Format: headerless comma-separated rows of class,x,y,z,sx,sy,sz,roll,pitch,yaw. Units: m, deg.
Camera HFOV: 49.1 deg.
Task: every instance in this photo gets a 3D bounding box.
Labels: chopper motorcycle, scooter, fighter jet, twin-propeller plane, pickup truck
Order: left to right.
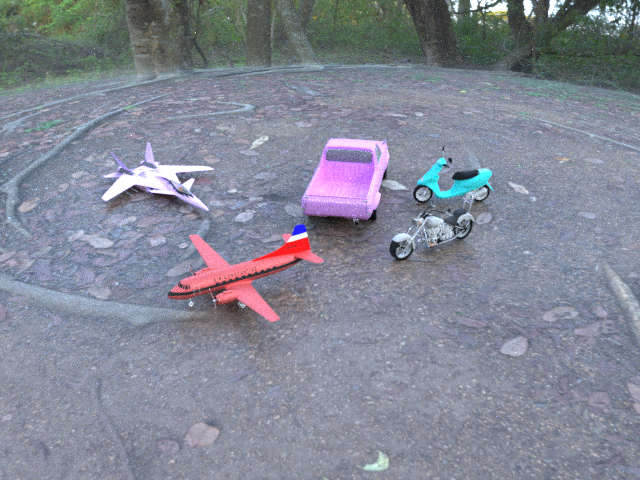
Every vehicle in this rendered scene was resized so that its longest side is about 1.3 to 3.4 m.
fighter jet,-2.753,-1.087,12.487,2.229,0.557,2.640,-22,34,-37
twin-propeller plane,-1.044,0.348,9.402,2.129,0.792,2.663,-15,31,-27
pickup truck,0.509,-1.183,12.195,1.244,0.993,3.117,5,27,9
chopper motorcycle,1.708,-0.204,10.524,1.563,0.761,0.466,-16,31,-28
scooter,2.317,-1.080,12.074,1.399,0.919,0.662,-1,27,-2
